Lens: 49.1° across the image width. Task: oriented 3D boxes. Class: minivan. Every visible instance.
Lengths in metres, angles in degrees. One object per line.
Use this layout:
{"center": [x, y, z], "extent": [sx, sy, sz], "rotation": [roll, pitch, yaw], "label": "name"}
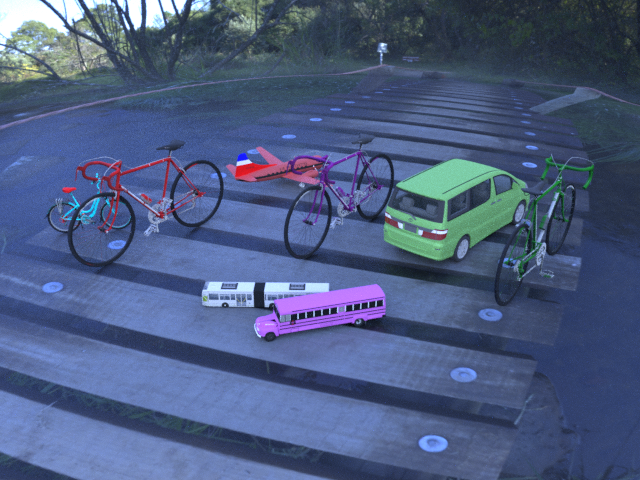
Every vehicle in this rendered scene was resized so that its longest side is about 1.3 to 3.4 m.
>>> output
{"center": [2.333, -0.651, 11.419], "extent": [1.324, 1.197, 3.011], "rotation": [22, 33, 37], "label": "minivan"}

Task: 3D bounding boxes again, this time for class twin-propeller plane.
{"center": [-0.702, -1.459, 13.526], "extent": [2.129, 0.792, 2.663], "rotation": [-17, 31, -30], "label": "twin-propeller plane"}

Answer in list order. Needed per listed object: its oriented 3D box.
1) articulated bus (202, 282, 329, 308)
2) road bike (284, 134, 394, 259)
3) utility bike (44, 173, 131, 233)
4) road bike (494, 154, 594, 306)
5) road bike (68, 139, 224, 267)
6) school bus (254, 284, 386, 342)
{"center": [-0.724, 0.752, 9.589], "extent": [1.749, 0.289, 0.311], "rotation": [1, 26, 1], "label": "articulated bus"}
{"center": [0.389, -0.810, 11.221], "extent": [0.696, 1.656, 3.004], "rotation": [19, 32, 33], "label": "road bike"}
{"center": [-3.851, -0.604, 11.608], "extent": [1.435, 0.946, 0.535], "rotation": [-4, 26, -8], "label": "utility bike"}
{"center": [3.162, -0.211, 10.001], "extent": [0.696, 1.656, 3.004], "rotation": [18, 31, 32], "label": "road bike"}
{"center": [-2.641, -0.683, 10.962], "extent": [0.696, 1.656, 3.004], "rotation": [20, 33, 35], "label": "road bike"}
{"center": [0.000, 0.930, 9.061], "extent": [1.708, 0.434, 0.365], "rotation": [-8, 27, -15], "label": "school bus"}
